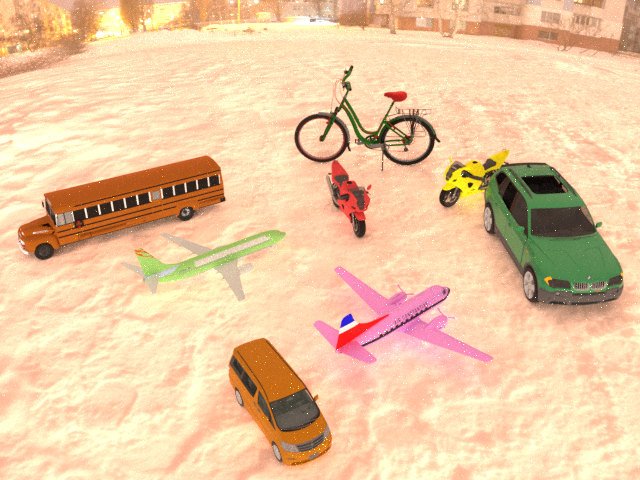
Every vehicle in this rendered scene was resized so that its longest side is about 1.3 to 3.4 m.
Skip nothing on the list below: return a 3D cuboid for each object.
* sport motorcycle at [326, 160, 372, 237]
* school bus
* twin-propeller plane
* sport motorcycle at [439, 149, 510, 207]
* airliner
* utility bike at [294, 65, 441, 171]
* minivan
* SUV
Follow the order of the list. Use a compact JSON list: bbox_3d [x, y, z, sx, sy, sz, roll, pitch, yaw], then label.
[{"bbox_3d":[0.466,-0.688,11.551,0.506,0.821,1.520,-9,32,-14],"label":"sport motorcycle"},{"bbox_3d":[-3.191,-0.573,11.337,3.322,0.844,0.709,-18,35,-27],"label":"school bus"},{"bbox_3d":[0.978,0.915,8.909,2.129,0.792,2.663,-25,39,-35],"label":"twin-propeller plane"},{"bbox_3d":[2.695,-1.084,12.210,1.520,0.821,0.506,-18,35,-27],"label":"sport motorcycle"},{"bbox_3d":[-1.526,0.104,10.218,2.541,0.835,2.257,-22,38,-32],"label":"airliner"},{"bbox_3d":[0.890,-2.196,13.073,2.791,1.839,1.039,2,31,3],"label":"utility bike"},{"bbox_3d":[-0.460,1.746,7.698,0.681,0.616,1.548,-17,35,-26],"label":"minivan"},{"bbox_3d":[3.389,-0.189,10.421,1.276,1.128,3.058,-3,31,-5],"label":"SUV"}]
